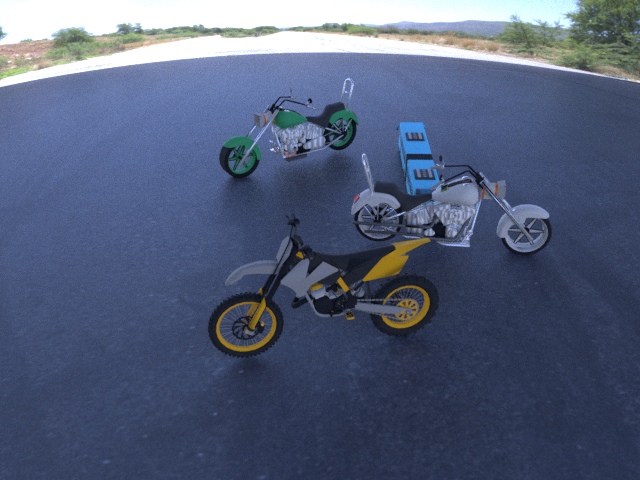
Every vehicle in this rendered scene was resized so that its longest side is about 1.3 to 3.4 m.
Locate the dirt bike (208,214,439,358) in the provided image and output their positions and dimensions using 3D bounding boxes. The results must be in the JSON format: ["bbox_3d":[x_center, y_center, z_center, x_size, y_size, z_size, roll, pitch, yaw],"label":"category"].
[{"bbox_3d":[0.088,0.606,8.399,2.903,1.666,1.024,-6,30,-11],"label":"dirt bike"}]

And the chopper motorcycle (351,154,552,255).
[{"bbox_3d":[1.996,-0.538,10.622,3.040,1.480,0.906,4,30,7],"label":"chopper motorcycle"}]

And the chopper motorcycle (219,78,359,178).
[{"bbox_3d":[-0.550,-2.180,13.540,3.040,1.480,0.906,-18,34,-28],"label":"chopper motorcycle"}]

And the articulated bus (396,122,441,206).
[{"bbox_3d":[1.832,-1.393,13.078,0.605,0.561,3.401,1,29,1],"label":"articulated bus"}]
